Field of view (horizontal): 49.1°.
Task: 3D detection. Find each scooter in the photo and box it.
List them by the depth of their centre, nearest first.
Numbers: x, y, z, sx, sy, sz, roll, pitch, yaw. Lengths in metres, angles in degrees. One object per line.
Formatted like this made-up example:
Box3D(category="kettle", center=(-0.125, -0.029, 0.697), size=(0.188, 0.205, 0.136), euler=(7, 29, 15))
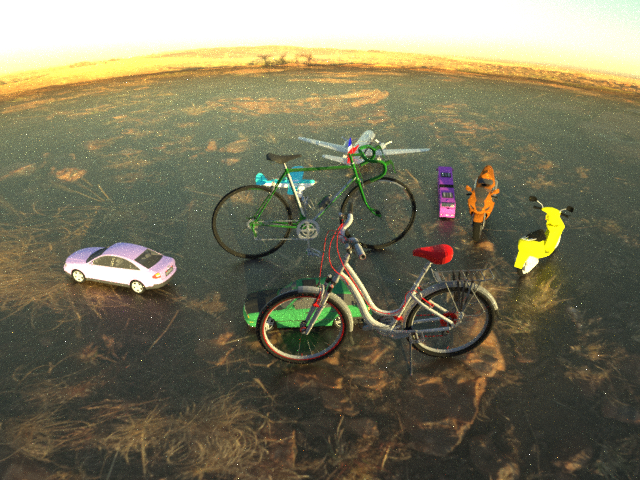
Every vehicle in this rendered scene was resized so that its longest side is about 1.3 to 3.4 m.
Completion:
Box3D(category="scooter", center=(3.153, -0.079, 9.940), size=(0.662, 0.919, 1.399), euler=(21, 33, 35))

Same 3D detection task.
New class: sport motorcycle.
Box3D(category="sport motorcycle", center=(2.570, -0.603, 11.088), size=(0.506, 0.821, 1.520), euler=(8, 28, 15))

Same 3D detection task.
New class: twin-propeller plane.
Box3D(category="twin-propeller plane", center=(0.787, -1.875, 13.645), size=(2.663, 0.792, 2.129), euler=(7, 28, 14))

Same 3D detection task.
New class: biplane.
Box3D(category="biplane", center=(-0.581, -1.013, 12.253), size=(1.090, 0.504, 1.336), euler=(1, 27, 2))

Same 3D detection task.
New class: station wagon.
Box3D(category="station wagon", center=(-0.166, 0.767, 8.757), size=(1.597, 0.473, 0.682), euler=(-2, 27, -4))

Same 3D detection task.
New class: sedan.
Box3D(category="sedan", center=(-2.773, 0.316, 9.641), size=(1.613, 0.483, 0.635), euler=(8, 28, 16))

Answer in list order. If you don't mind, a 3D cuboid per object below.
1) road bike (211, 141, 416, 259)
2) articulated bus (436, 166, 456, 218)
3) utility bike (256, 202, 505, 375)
Box3D(category="road bike", center=(-0.056, -0.538, 10.031), size=(3.004, 1.656, 0.697), euler=(-4, 27, -9))
Box3D(category="articulated bus", center=(2.193, -0.856, 12.181), size=(0.311, 0.289, 1.749), euler=(3, 27, 7))
Box3D(category="utility bike", center=(0.694, 0.632, 7.507), size=(2.791, 1.839, 1.039), euler=(-2, 27, -4))
